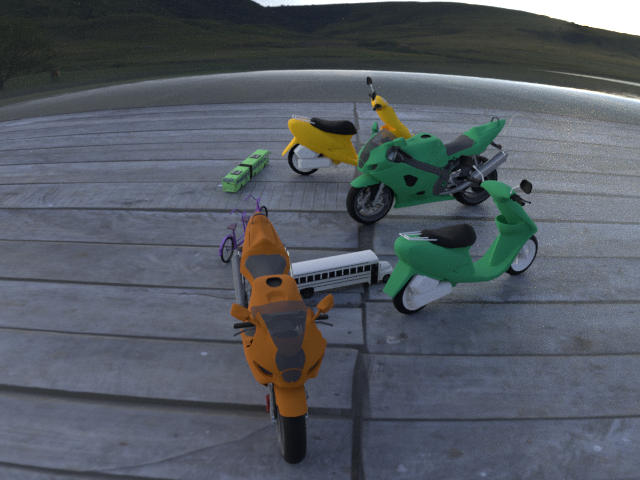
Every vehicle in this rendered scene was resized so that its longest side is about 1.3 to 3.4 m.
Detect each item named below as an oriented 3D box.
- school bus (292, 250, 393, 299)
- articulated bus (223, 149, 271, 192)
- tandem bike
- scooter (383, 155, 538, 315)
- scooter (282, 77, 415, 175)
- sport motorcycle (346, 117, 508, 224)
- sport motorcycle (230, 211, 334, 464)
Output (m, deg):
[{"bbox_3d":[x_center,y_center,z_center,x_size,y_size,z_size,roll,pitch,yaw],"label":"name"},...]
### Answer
[{"bbox_3d":[0.228,0.463,9.756,1.708,0.434,0.365,-10,28,-18],"label":"school bus"},{"bbox_3d":[-1.406,-1.355,13.555,0.311,0.289,1.749,8,28,16],"label":"articulated bus"},{"bbox_3d":[-1.171,-0.224,10.855,0.283,0.682,1.642,10,28,19],"label":"tandem bike"},{"bbox_3d":[1.999,-0.060,9.292,2.721,1.786,1.288,-16,31,-29],"label":"scooter"},{"bbox_3d":[0.630,-2.084,13.338,2.721,1.786,1.288,0,27,-1],"label":"scooter"},{"bbox_3d":[1.796,-1.179,11.741,2.955,1.596,0.983,-11,29,-20],"label":"sport motorcycle"},{"bbox_3d":[-0.484,0.928,7.528,0.983,1.596,2.955,-5,27,-10],"label":"sport motorcycle"}]
